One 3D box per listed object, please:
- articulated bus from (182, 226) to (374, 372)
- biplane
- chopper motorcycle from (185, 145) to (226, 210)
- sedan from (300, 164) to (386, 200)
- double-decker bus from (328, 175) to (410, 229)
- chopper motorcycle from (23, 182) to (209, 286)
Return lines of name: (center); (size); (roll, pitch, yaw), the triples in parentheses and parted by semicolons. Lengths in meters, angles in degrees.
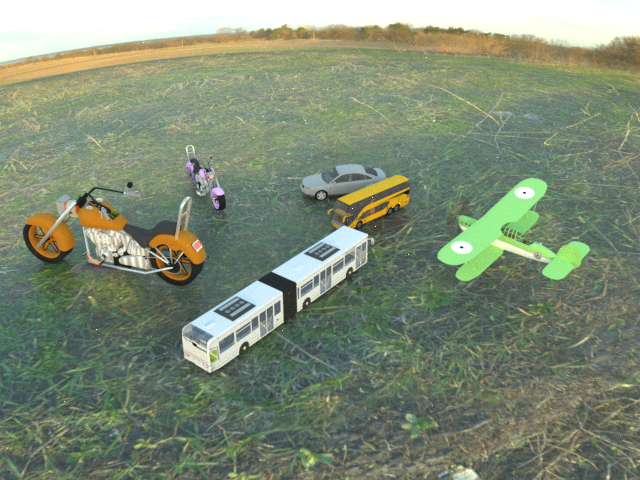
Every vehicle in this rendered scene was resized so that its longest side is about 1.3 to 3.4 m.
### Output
articulated bus: (-0.464, 0.704, 9.680); (0.605, 0.561, 3.401); (21, 36, 32)
biplane: (2.856, 0.032, 10.435); (2.120, 0.981, 2.598); (25, 38, 37)
chopper motorcycle: (-2.087, -1.136, 12.704); (0.466, 0.761, 1.563); (-16, 33, -26)
sedan: (0.437, -1.107, 12.933); (1.613, 0.483, 0.635); (-5, 30, -9)
double-decker bus: (0.876, -0.631, 12.039); (1.672, 0.541, 0.389); (-24, 37, -35)
chopper motorcycle: (-3.090, -0.153, 10.256); (3.040, 1.480, 0.906); (10, 31, 17)
